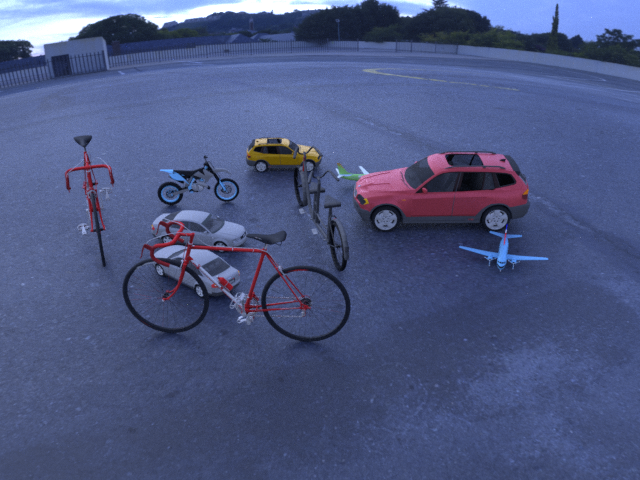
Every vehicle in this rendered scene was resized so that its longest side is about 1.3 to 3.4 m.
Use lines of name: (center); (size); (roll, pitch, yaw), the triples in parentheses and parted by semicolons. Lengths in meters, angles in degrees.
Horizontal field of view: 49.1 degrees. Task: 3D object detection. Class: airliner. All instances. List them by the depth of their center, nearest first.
airliner: (0.959, -1.309, 13.724); (1.307, 0.429, 1.161); (0, 28, 1)

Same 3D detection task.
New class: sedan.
sedan: (-1.899, 0.380, 10.544); (1.613, 0.483, 0.635); (22, 35, 34)
sedan: (-1.995, -0.192, 11.602); (1.613, 0.483, 0.635); (7, 29, 12)

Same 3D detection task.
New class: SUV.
SUV: (2.105, -0.905, 12.243); (3.058, 1.128, 1.276); (0, 28, 0)
SUV: (-0.748, -1.784, 14.446); (1.572, 0.580, 0.656); (-1, 28, -1)

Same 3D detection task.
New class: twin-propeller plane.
twin-propeller plane: (2.909, 0.130, 11.086); (1.370, 0.407, 1.095); (8, 29, 15)

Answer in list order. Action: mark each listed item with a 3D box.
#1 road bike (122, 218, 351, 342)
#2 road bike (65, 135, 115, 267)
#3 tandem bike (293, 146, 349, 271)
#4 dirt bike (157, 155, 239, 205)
road bike: (-1.103, 0.566, 8.965); (3.004, 1.656, 0.697); (3, 29, 5)
road bike: (-3.734, -0.786, 11.467); (0.697, 1.656, 3.004); (-10, 30, -17)
tandem bike: (-0.034, -0.664, 11.589); (0.550, 1.326, 3.192); (-8, 29, -14)
dirt bike: (-2.236, -1.061, 12.816); (1.493, 0.857, 0.527); (-4, 29, -7)
